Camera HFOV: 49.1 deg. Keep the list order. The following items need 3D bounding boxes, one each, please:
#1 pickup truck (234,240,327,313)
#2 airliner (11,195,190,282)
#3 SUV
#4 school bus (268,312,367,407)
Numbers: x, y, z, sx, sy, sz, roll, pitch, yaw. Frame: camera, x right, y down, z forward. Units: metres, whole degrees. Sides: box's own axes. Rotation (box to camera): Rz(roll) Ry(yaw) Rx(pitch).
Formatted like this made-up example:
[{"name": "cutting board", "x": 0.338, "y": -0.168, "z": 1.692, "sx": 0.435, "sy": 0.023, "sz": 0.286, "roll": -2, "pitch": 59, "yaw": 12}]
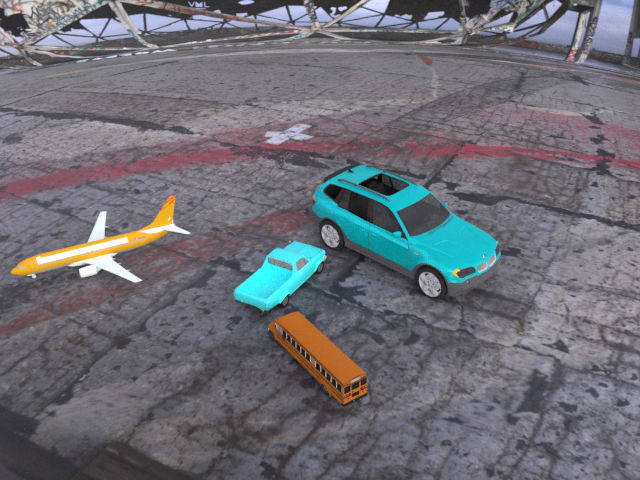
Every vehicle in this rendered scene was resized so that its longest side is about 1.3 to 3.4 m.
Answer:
[{"name": "pickup truck", "x": -0.534, "y": 0.452, "z": 9.875, "sx": 0.640, "sy": 0.511, "sz": 1.603, "roll": 17, "pitch": 35, "yaw": 26}, {"name": "airliner", "x": -3.285, "y": -0.034, "z": 10.369, "sx": 2.541, "sy": 0.835, "sz": 2.257, "roll": -15, "pitch": 34, "yaw": -23}, {"name": "SUV", "x": 1.211, "y": -0.238, "z": 10.424, "sx": 3.058, "sy": 1.128, "sz": 1.276, "roll": 26, "pitch": 40, "yaw": 36}, {"name": "school bus", "x": -0.078, "y": 1.352, "z": 8.451, "sx": 0.365, "sy": 0.434, "sz": 1.708, "roll": -20, "pitch": 36, "yaw": -29}]
